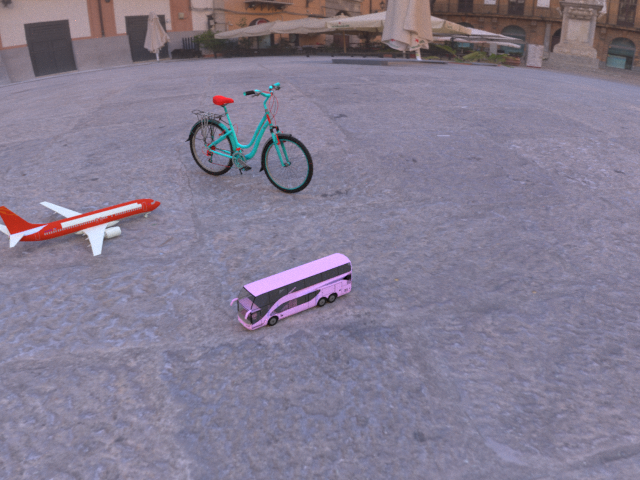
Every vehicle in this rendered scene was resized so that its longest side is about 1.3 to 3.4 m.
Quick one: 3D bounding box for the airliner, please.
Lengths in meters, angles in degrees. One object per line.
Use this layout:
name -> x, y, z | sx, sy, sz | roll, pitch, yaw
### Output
airliner -> -3.647, -0.450, 10.826 | 2.541, 0.835, 2.257 | -20, 34, -33

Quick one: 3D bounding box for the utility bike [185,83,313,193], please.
utility bike -> -1.274, -1.915, 12.501 | 2.791, 1.839, 1.039 | 15, 32, 26

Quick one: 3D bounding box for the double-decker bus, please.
double-decker bus -> -0.330, 0.665, 9.052 | 1.672, 0.541, 0.389 | -18, 33, -31
